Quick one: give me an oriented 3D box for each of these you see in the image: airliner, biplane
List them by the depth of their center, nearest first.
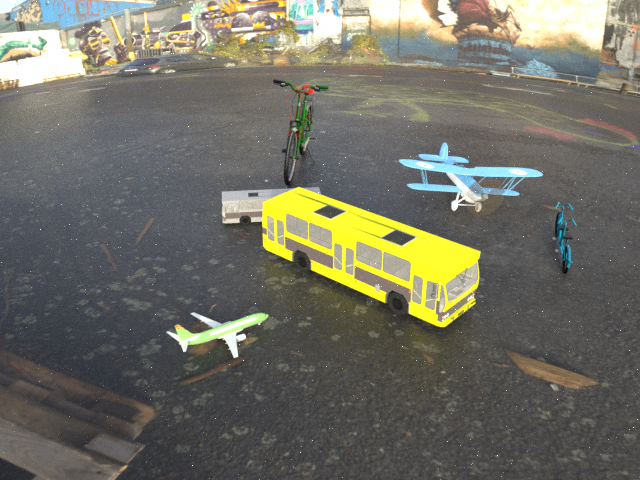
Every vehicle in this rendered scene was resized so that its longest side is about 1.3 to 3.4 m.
[{"bbox_3d":[-1.199,1.037,8.674,1.307,0.429,1.161,-18,32,-31],"label":"airliner"},{"bbox_3d":[2.516,-1.117,12.278,2.598,0.981,2.120,-6,28,-11],"label":"biplane"}]

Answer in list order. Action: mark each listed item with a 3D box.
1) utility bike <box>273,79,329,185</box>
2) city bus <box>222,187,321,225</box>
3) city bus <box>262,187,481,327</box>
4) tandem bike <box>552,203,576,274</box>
[{"bbox_3d":[-0.305,-2.268,13.585,1.039,1.839,2.791,4,27,7],"label":"utility bike"},{"bbox_3d":[-0.806,-0.566,11.773,1.674,0.460,0.476,-3,27,-6],"label":"city bus"},{"bbox_3d":[0.600,0.184,9.831,3.255,0.894,0.926,22,34,36],"label":"city bus"},{"bbox_3d":[3.684,-0.089,10.598,0.283,0.682,1.642,5,28,10],"label":"tandem bike"}]
